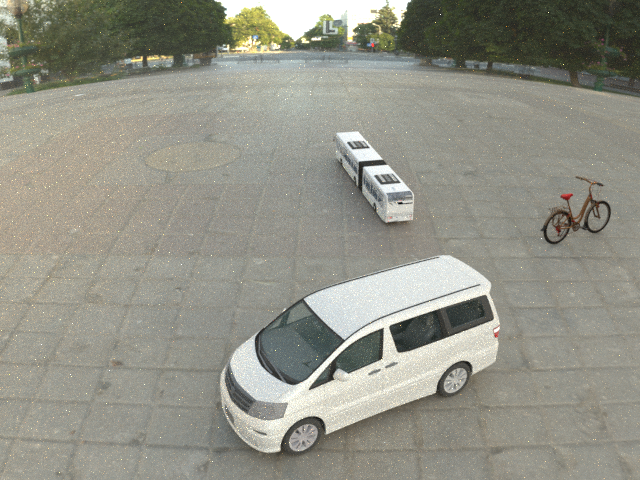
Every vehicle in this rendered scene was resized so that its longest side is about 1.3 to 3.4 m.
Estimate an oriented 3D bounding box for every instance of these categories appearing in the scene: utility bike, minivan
[{"bbox_3d":[3.955,-0.477,10.810,1.435,0.946,0.535,-13,29,-24],"label":"utility bike"},{"bbox_3d":[0.434,1.110,7.347,3.011,1.197,1.324,-14,30,-25],"label":"minivan"}]

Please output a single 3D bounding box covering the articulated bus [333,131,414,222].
[{"bbox_3d":[0.912,-1.225,12.741,0.605,0.561,3.401,-6,27,-11],"label":"articulated bus"}]
